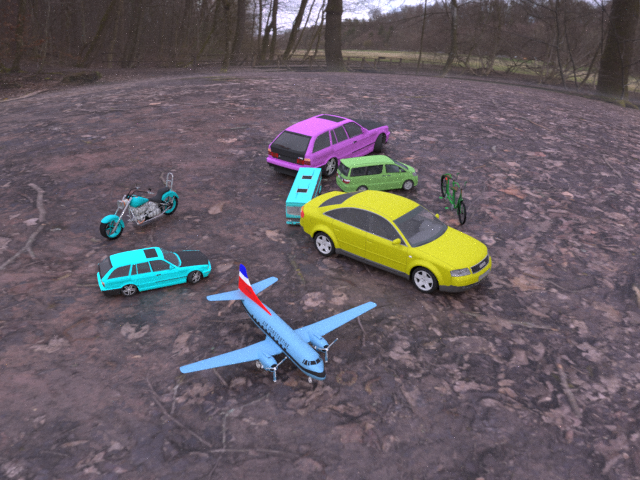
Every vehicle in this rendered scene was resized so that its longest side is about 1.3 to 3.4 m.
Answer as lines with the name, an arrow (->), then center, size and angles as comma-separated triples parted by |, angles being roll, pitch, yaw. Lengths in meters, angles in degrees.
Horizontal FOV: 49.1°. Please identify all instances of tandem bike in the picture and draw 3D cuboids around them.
tandem bike -> 2.358, -0.854, 12.370 | 0.283, 0.682, 1.642 | -2, 27, -5

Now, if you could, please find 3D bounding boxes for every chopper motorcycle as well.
chopper motorcycle -> -3.016, -0.573, 11.717 | 0.466, 0.761, 1.563 | 20, 33, 35

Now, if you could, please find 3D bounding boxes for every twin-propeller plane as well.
twin-propeller plane -> -0.520, 1.011, 8.509 | 2.663, 0.792, 2.129 | -16, 31, -28

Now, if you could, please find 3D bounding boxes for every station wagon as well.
station wagon -> -2.386, 0.389, 10.112 | 1.597, 0.473, 0.682 | -10, 28, -20
station wagon -> 0.267, -2.129, 14.657 | 1.327, 0.920, 3.105 | 19, 32, 33

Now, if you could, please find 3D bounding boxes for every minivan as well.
minivan -> 1.104, -1.264, 13.265 | 1.548, 0.616, 0.681 | -8, 28, -16

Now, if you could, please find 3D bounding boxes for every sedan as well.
sedan -> 1.097, -0.122, 10.614 | 3.137, 0.940, 1.235 | 20, 33, 34

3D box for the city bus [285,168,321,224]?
city bus -> -0.274, -0.784, 12.478 | 0.476, 0.460, 1.674 | 3, 27, 6
